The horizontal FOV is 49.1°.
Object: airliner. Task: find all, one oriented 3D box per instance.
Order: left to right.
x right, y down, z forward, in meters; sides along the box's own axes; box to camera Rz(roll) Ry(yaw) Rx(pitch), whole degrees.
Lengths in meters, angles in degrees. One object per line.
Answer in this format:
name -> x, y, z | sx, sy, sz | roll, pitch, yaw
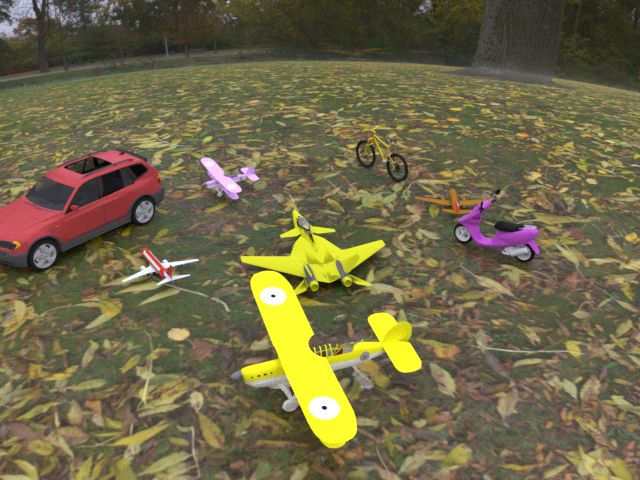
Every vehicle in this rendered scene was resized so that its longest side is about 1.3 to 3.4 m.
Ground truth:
airliner -> -2.387, 0.299, 10.243 | 1.161, 0.429, 1.307 | -17, 32, -28

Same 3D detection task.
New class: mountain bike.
mountain bike -> 1.184, -1.674, 13.482 | 0.573, 0.868, 1.469 | -20, 34, -33

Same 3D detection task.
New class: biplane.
biplane -> -1.658, -1.092, 12.776 | 1.090, 0.504, 1.336 | -17, 33, -29
biplane -> 0.062, 1.332, 7.715 | 2.120, 0.981, 2.598 | -10, 30, -18

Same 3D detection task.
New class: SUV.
SUV -> -3.922, -0.589, 11.167 | 1.276, 1.128, 3.058 | 20, 34, 32

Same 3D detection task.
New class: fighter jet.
fighter jet -> -0.139, -0.052, 10.766 | 2.229, 0.557, 2.640 | -7, 29, -12

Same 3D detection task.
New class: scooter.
scooter -> 2.702, -0.216, 10.690 | 1.399, 0.919, 0.662 | 20, 34, 32

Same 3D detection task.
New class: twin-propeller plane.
twin-propeller plane -> 2.343, -0.709, 12.160 | 1.370, 0.407, 1.095 | 2, 28, 4
